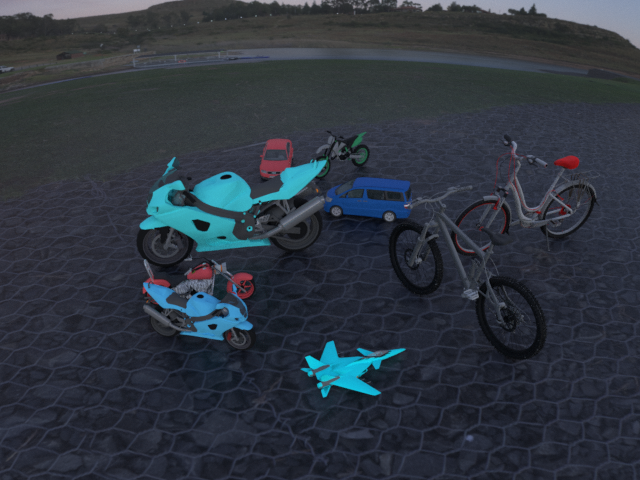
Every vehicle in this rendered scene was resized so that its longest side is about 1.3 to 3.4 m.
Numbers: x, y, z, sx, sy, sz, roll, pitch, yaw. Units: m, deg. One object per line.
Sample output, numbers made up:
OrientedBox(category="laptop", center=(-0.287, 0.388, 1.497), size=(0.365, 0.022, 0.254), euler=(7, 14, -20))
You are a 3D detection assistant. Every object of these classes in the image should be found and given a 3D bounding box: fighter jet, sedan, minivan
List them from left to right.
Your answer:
OrientedBox(category="sedan", center=(-0.873, -1.687, 14.151), size=(0.635, 0.483, 1.613), euler=(1, 29, 1))
OrientedBox(category="fighter jet", center=(0.494, 1.471, 8.615), size=(1.358, 0.286, 1.147), euler=(-15, 32, -25))
OrientedBox(category="minivan", center=(0.837, -0.754, 12.317), size=(1.548, 0.616, 0.681), euler=(6, 29, 11))

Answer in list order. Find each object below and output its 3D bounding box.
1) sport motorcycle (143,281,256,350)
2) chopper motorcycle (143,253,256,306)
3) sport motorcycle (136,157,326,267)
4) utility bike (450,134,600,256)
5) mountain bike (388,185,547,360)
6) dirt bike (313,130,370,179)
OrientedBox(category="sport motorcycle", center=(-1.539, 0.972, 8.968), size=(1.520, 0.821, 0.506), euler=(8, 30, 15))
OrientedBox(category="chopper motorcycle", center=(-1.692, 0.551, 9.794), size=(1.563, 0.761, 0.466), euler=(-5, 29, -9))
OrientedBox(category="sport motorcycle", center=(-1.336, -0.427, 10.705), size=(2.955, 1.596, 0.983), euler=(-7, 30, -12))
OrientedBox(category="utility bike", center=(3.336, -0.642, 10.844), size=(2.791, 1.839, 1.039), euler=(-11, 31, -18))
OrientedBox(category="mountain bike", center=(1.859, 0.351, 9.196), size=(1.114, 1.688, 2.857), euler=(-18, 34, -30))
OrientedBox(category="dirt bike", center=(0.426, -1.732, 13.844), size=(1.493, 0.857, 0.527), euler=(-21, 35, -33))
